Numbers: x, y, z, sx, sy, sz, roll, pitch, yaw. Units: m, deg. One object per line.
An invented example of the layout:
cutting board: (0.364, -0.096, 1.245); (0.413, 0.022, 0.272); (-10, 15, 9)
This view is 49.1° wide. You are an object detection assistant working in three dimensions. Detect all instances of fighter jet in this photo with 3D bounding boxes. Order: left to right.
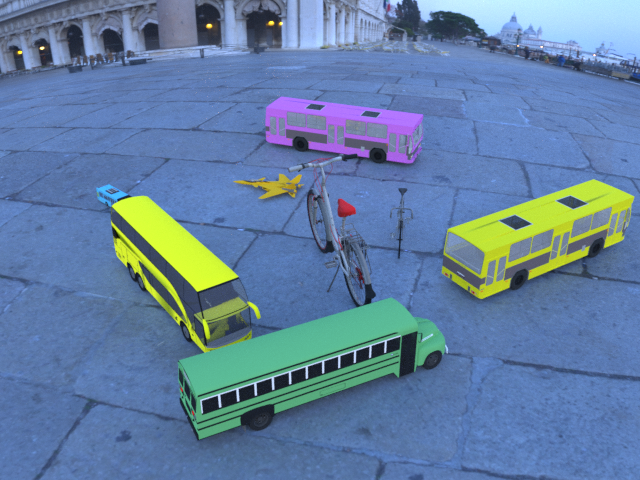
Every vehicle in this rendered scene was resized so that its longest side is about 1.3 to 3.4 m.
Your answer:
fighter jet: (-1.026, -1.102, 13.249); (1.358, 0.286, 1.147); (9, 31, 15)

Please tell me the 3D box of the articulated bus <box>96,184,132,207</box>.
articulated bus: (-3.365, -0.592, 12.346); (1.749, 0.289, 0.311); (25, 38, 37)

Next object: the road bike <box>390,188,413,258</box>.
road bike: (1.315, -0.349, 11.348); (0.358, 0.852, 1.545); (3, 30, 6)

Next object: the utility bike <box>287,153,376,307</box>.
utility bike: (0.152, -0.208, 10.098); (1.039, 1.839, 2.791); (-9, 31, -16)

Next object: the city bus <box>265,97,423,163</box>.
city bus: (0.489, -2.296, 14.740); (3.255, 0.894, 0.926); (11, 31, 19)

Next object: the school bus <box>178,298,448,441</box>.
school bus: (0.029, 1.413, 8.246); (3.322, 0.844, 0.709); (-14, 32, -23)

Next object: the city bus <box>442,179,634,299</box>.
city bus: (3.388, -0.036, 10.753); (3.255, 0.894, 0.926); (-18, 34, -28)

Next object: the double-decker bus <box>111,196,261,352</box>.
double-decker bus: (-1.994, 0.441, 9.750); (0.756, 1.052, 3.251); (-19, 35, -30)
